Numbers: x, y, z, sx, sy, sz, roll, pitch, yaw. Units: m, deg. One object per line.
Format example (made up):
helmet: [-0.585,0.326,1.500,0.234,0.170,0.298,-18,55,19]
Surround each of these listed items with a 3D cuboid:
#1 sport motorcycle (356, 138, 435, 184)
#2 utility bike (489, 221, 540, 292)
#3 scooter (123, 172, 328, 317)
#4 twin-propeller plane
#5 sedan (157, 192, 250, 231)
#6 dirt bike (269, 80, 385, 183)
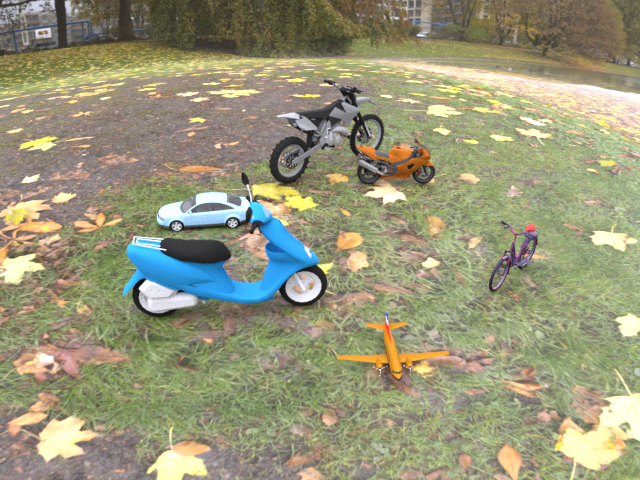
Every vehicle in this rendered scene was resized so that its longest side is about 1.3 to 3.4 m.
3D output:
sport motorcycle: [1.428,-1.450,13.207,1.520,0.821,0.506,0,28,0]
utility bike: [2.882,0.167,10.088,0.535,0.946,1.435,23,36,35]
scooter: [-1.246,0.180,9.180,2.721,1.786,1.288,-4,29,-7]
twin-propeller plane: [0.877,1.316,8.531,1.370,0.407,1.095,-2,28,-3]
sedan: [-1.944,-0.514,11.831,1.613,0.483,0.635,-4,29,-7]
dirt bike: [0.189,-2.153,13.616,2.903,1.666,1.024,-22,35,-34]
